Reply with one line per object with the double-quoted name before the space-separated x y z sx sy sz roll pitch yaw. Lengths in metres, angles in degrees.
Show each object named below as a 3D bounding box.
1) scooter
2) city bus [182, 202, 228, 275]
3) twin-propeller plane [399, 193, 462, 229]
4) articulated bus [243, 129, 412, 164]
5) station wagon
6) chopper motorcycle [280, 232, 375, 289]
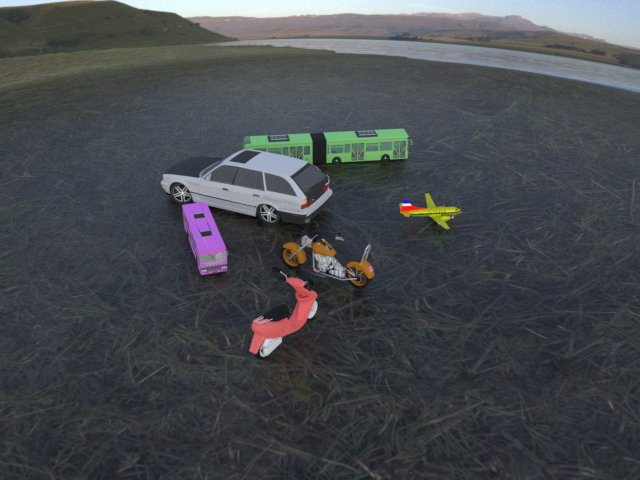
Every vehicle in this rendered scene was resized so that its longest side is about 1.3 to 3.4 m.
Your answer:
"scooter" -0.433 0.888 8.953 0.662 0.919 1.399 18 34 30
"city bus" -1.841 -0.037 11.097 0.476 0.460 1.674 -9 30 -16
"twin-propeller plane" 1.920 -0.531 12.046 1.095 0.407 1.370 -3 29 -6
"articulated bus" 0.148 -1.885 14.334 3.401 0.561 0.605 -4 29 -7
"station wagon" -1.371 -1.088 12.522 3.105 0.920 1.327 13 32 22
"chopper motorcycle" 0.089 0.227 10.310 1.563 0.761 0.466 17 33 27
